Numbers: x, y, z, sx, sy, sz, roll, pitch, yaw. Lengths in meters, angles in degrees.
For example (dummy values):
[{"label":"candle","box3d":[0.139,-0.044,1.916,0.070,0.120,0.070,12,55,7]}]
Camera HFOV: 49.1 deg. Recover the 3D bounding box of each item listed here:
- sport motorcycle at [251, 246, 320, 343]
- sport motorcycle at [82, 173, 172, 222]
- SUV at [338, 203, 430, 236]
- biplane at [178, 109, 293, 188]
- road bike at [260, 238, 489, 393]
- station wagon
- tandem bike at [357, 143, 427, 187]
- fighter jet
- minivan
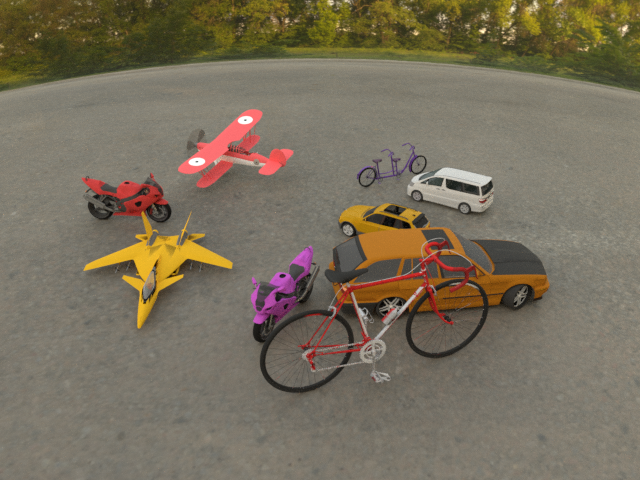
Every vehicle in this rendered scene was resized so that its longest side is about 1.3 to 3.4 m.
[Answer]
[{"label":"sport motorcycle","box3d":[-0.483,0.728,9.500,0.506,0.821,1.520,14,32,24]},{"label":"sport motorcycle","box3d":[-3.322,-0.707,12.069,1.520,0.821,0.506,3,29,6]},{"label":"SUV","box3d":[1.062,-0.301,11.589,1.572,0.580,0.656,17,34,28]},{"label":"biplane","box3d":[-1.598,-1.626,13.552,2.120,0.981,2.598,14,32,23]},{"label":"road bike","box3d":[0.723,0.928,8.288,3.004,1.656,0.697,-10,31,-18]},{"label":"station wagon","box3d":[1.714,0.374,10.033,3.105,0.920,1.327,-4,29,-7]},{"label":"tandem bike","box3d":[1.415,-1.466,13.571,1.642,0.682,0.283,-15,33,-25]},{"label":"fighter jet","box3d":[-2.444,0.385,10.387,2.229,0.557,2.640,-1,29,-1]},{"label":"minivan","box3d":[2.357,-0.962,12.737,1.548,0.616,0.681,18,34,29]}]
